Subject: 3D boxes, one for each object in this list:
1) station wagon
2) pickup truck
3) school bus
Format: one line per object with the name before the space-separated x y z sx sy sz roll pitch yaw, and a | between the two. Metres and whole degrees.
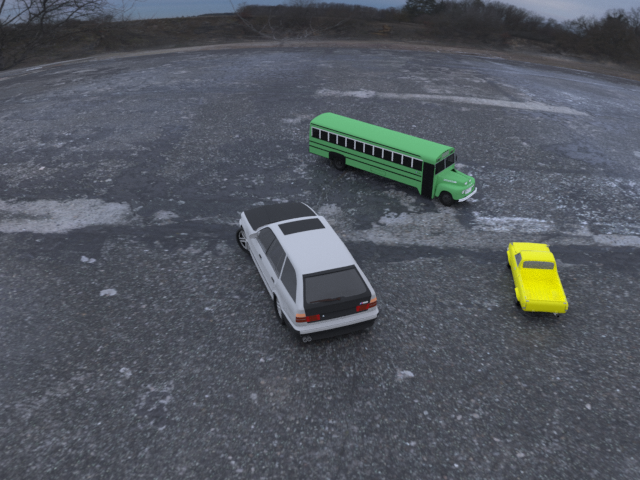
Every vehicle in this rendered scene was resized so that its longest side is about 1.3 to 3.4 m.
station wagon | -0.272 0.165 9.749 1.327 0.920 3.105 -10 32 -17
pickup truck | 2.976 0.464 9.646 0.640 0.511 1.603 3 31 5
school bus | 1.270 -1.501 12.634 3.322 0.844 0.709 23 37 33
